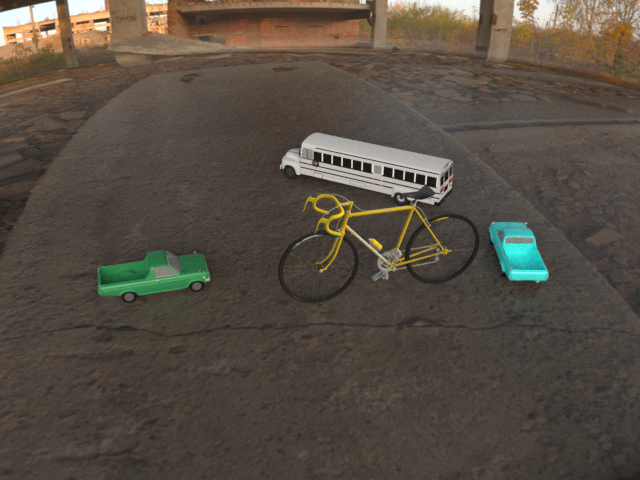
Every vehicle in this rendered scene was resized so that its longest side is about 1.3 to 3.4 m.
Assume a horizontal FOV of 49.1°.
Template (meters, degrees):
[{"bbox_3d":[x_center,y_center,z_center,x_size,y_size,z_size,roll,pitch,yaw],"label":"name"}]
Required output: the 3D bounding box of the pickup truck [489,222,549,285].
[{"bbox_3d":[3.034,0.126,10.764,0.640,0.511,1.603,1,30,1],"label":"pickup truck"}]

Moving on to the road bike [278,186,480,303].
[{"bbox_3d":[0.878,0.045,9.764,3.004,1.656,0.697,-8,31,-13],"label":"road bike"}]

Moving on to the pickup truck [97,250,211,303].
[{"bbox_3d":[-2.412,0.477,10.160,1.603,0.511,0.640,-8,31,-14],"label":"pickup truck"}]

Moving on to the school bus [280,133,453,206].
[{"bbox_3d":[0.777,-1.345,12.969,3.322,0.844,0.709,15,34,25],"label":"school bus"}]
